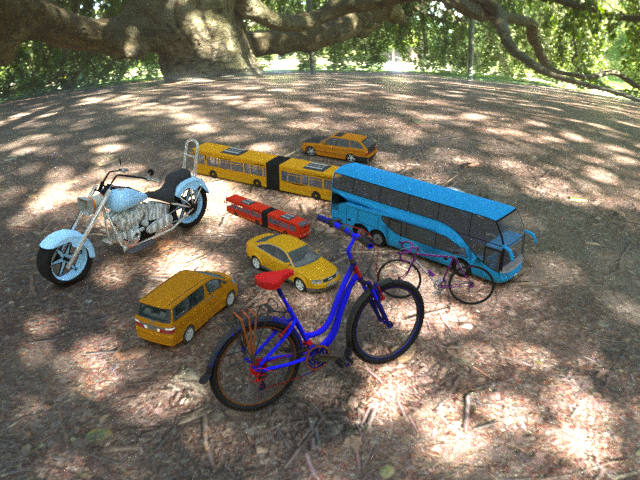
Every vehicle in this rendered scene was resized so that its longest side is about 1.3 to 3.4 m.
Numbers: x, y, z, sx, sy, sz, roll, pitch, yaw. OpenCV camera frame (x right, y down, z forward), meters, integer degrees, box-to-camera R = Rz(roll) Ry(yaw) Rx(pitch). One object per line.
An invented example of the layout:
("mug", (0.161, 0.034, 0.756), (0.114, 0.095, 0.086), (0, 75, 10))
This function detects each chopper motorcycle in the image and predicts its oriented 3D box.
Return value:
("chopper motorcycle", (-2.844, -0.468, 10.400), (0.906, 1.480, 3.040), (19, 32, 33))

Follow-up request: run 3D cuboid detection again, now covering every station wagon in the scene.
("station wagon", (0.389, -2.001, 14.711), (1.597, 0.473, 0.682), (12, 28, 24))

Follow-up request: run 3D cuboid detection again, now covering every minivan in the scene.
("minivan", (-1.658, 0.744, 8.893), (0.681, 0.616, 1.548), (12, 28, 23))

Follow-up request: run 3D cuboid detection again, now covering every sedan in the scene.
("sedan", (-0.404, 0.261, 10.040), (0.635, 0.483, 1.613), (-23, 34, -39))

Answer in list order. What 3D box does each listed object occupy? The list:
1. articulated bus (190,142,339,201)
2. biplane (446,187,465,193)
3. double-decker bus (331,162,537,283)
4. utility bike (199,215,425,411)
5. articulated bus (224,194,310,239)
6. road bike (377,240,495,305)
("articulated bus", (-0.923, -1.294, 13.154), (3.401, 0.561, 0.605), (13, 29, 26))
("biplane", (2.308, -0.595, 11.779), (1.090, 0.504, 1.336), (-9, 27, -18))
("double-decker bus", (1.578, -0.294, 10.531), (3.251, 1.052, 0.756), (21, 33, 36))
("utility bike", (-0.044, 0.735, 7.510), (2.791, 1.839, 1.039), (-14, 29, -26))
("articulated bus", (-0.901, -0.403, 11.630), (1.749, 0.289, 0.311), (21, 33, 36))
("road bike", (1.526, 0.444, 9.241), (1.545, 0.852, 0.358), (5, 26, 9))
